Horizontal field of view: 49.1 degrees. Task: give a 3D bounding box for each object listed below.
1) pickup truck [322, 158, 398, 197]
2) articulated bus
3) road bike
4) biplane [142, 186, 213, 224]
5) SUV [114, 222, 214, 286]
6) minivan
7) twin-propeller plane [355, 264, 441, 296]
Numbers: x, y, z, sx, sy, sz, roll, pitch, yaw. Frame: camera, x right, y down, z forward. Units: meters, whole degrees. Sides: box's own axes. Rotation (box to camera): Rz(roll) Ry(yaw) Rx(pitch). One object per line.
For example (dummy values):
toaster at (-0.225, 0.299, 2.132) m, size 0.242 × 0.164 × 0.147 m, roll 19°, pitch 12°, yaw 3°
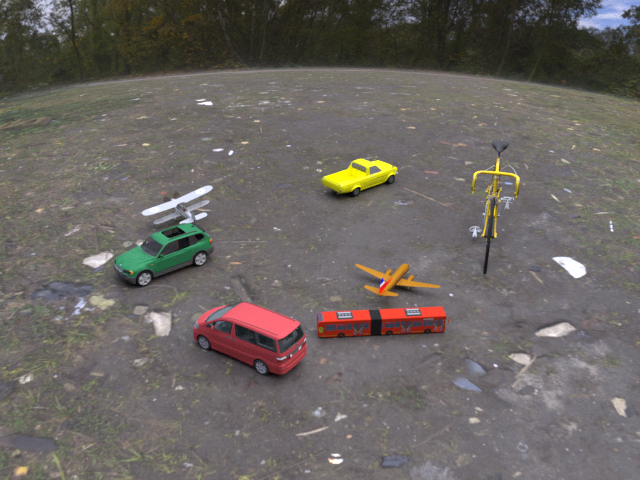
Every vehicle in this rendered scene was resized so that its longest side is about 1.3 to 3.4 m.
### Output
pickup truck at (0.801, -1.282, 13.794) m, size 1.603 × 0.511 × 0.640 m, roll -21°, pitch 34°, yaw -35°
articulated bus at (0.837, 1.107, 9.442) m, size 1.749 × 0.289 × 0.311 m, roll -2°, pitch 28°, yaw -4°
road bike at (2.829, -0.683, 11.402) m, size 0.696 × 1.656 × 3.004 m, roll 7°, pitch 28°, yaw 13°
biplane at (-2.424, -0.512, 12.321) m, size 1.336 × 0.504 × 1.090 m, roll -17°, pitch 32°, yaw -29°
SUV at (-2.426, 0.180, 10.909) m, size 1.572 × 0.580 × 0.656 m, roll -21°, pitch 34°, yaw -34°
minivan at (-0.932, 1.175, 8.957) m, size 1.548 × 0.616 × 0.681 m, roll 17°, pitch 32°, yaw 29°
twin-propeller plane at (1.104, 0.544, 10.397) m, size 1.370 × 0.407 × 1.095 m, roll 14°, pitch 31°, yaw 25°
